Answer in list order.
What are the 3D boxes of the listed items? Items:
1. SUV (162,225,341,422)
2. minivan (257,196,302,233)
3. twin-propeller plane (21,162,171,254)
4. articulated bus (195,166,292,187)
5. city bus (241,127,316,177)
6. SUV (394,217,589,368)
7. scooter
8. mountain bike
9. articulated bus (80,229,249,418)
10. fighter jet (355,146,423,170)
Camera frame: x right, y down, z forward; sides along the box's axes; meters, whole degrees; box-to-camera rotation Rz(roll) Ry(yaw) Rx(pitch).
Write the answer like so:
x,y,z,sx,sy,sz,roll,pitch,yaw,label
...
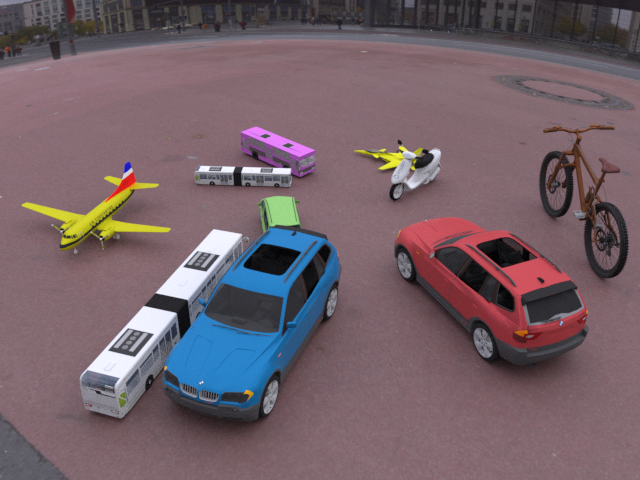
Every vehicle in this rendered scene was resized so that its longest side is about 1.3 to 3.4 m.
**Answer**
x,y,z,sx,sy,sz,roll,pitch,yaw,label
-0.723,0.860,8.521,1.276,1.128,3.058,12,33,19,SUV
-0.616,-0.330,10.965,0.681,0.616,1.548,-4,32,-7,minivan
-3.479,-0.506,11.085,2.663,0.792,2.129,10,33,16,twin-propeller plane
-1.369,-1.146,12.618,1.749,0.289,0.311,2,31,3,articulated bus
-0.812,-1.674,13.320,1.674,0.460,0.476,27,41,37,city bus
2.155,0.426,9.234,1.276,1.128,3.058,-13,34,-21,SUV
1.691,-1.289,12.248,0.662,0.919,1.399,27,41,37,scooter
3.966,-0.712,10.563,1.114,1.688,2.857,-3,32,-6,mountain bike
-1.857,0.904,8.995,0.605,0.561,3.401,10,33,16,articulated bus
1.281,-1.673,13.485,1.358,0.286,1.147,14,34,22,fighter jet
